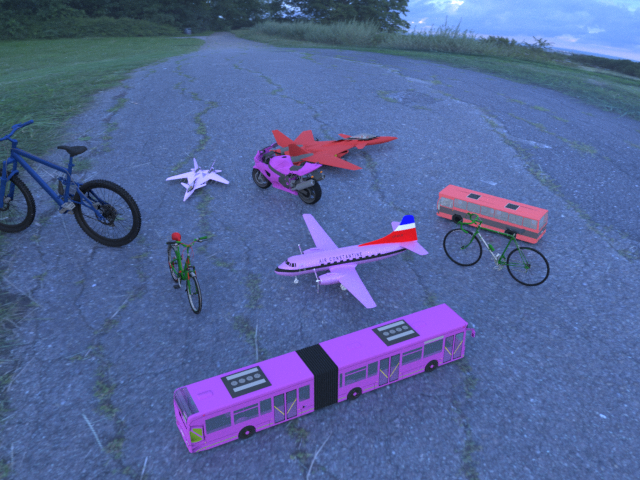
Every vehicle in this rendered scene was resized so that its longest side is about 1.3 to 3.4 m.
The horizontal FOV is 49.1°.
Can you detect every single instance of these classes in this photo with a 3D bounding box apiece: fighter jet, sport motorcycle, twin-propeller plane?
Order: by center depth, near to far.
[{"bbox_3d":[0.392,0.137,9.725,2.129,0.792,2.663,-9,31,-16],"label":"twin-propeller plane"},{"bbox_3d":[-0.579,-1.124,11.938,1.520,0.821,0.506,20,35,31],"label":"sport motorcycle"},{"bbox_3d":[-2.203,-1.062,12.372,1.147,0.286,1.358,4,30,7],"label":"fighter jet"},{"bbox_3d":[0.400,-1.942,13.662,2.640,0.557,2.229,-13,32,-22],"label":"fighter jet"}]

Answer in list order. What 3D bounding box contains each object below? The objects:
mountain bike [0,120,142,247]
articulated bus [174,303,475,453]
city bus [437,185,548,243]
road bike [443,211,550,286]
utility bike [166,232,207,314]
[{"bbox_3d":[-4.009,-0.760,10.407,2.857,1.688,1.114,7,30,13],"label":"mountain bike"},{"bbox_3d":[0.131,1.441,7.642,3.401,0.561,0.605,-14,32,-24],"label":"articulated bus"},{"bbox_3d":[2.688,-0.404,11.026,1.674,0.460,0.476,19,34,30],"label":"city bus"},{"bbox_3d":[2.427,0.124,9.687,1.545,0.852,0.358,18,34,28],"label":"road bike"},{"bbox_3d":[-1.774,0.307,9.266,0.535,0.946,1.435,-14,32,-23],"label":"utility bike"}]
